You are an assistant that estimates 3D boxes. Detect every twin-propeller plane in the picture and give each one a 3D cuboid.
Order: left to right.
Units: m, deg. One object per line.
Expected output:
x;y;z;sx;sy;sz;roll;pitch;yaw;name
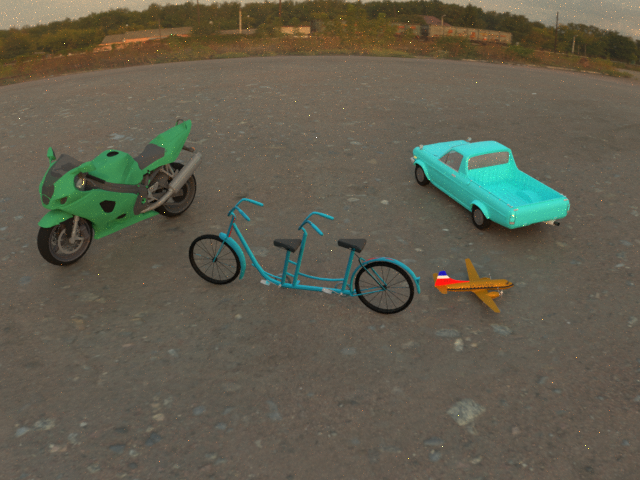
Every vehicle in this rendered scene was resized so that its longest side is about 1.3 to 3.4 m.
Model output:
2.066;0.564;9.339;1.095;0.407;1.370;-3;28;-5;twin-propeller plane

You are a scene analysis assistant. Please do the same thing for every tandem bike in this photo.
-0.274;0.206;9.035;3.192;1.326;0.550;8;29;15;tandem bike

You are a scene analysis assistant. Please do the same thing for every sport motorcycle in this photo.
-2.991;-0.764;10.559;0.983;1.596;2.955;20;34;32;sport motorcycle

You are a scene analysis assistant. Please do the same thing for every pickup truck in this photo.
2.746;-1.064;11.759;1.244;0.993;3.117;-11;30;-20;pickup truck
